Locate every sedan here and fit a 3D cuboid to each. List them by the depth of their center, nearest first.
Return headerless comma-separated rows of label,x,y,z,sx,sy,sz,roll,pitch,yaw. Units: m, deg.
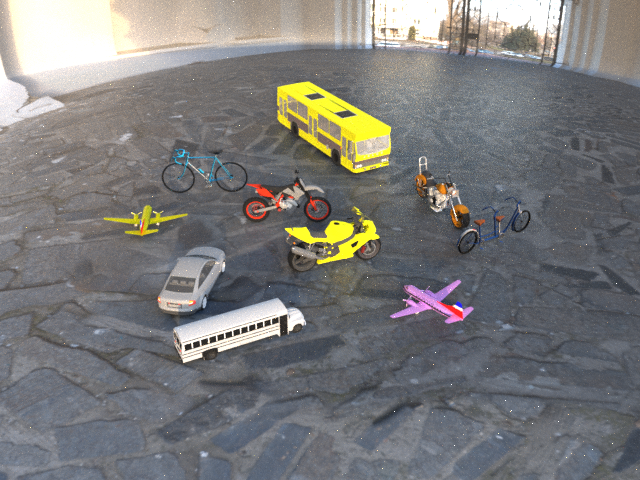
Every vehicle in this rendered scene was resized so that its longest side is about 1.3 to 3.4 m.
sedan,-1.802,0.491,9.987,0.635,0.483,1.613,5,31,9

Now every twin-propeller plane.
twin-propeller plane,1.526,0.809,9.518,1.370,0.407,1.095,-23,37,-33
twin-propeller plane,-2.882,-0.367,11.528,1.370,0.407,1.095,-3,30,-5

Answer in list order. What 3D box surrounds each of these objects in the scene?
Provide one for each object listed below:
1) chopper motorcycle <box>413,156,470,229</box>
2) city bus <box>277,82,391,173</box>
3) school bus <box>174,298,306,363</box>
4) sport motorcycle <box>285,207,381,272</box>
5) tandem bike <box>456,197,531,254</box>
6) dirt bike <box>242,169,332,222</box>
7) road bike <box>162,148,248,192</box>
chopper motorcycle,2.081,-0.815,11.943,0.466,0.761,1.563,-12,33,-20
city bus,0.201,-2.350,14.433,0.926,0.894,3.255,-16,34,-25
school bus,-0.997,1.125,8.953,1.708,0.434,0.365,-15,33,-23
sport motorcycle,0.214,0.026,10.447,1.520,0.821,0.506,-10,32,-16
tandem bike,2.774,-0.250,11.056,1.642,0.682,0.283,-19,35,-29
dirt bike,-0.552,-0.679,11.616,1.493,0.857,0.527,0,30,0
road bike,-2.079,-1.237,12.574,1.545,0.852,0.358,-1,30,-2
